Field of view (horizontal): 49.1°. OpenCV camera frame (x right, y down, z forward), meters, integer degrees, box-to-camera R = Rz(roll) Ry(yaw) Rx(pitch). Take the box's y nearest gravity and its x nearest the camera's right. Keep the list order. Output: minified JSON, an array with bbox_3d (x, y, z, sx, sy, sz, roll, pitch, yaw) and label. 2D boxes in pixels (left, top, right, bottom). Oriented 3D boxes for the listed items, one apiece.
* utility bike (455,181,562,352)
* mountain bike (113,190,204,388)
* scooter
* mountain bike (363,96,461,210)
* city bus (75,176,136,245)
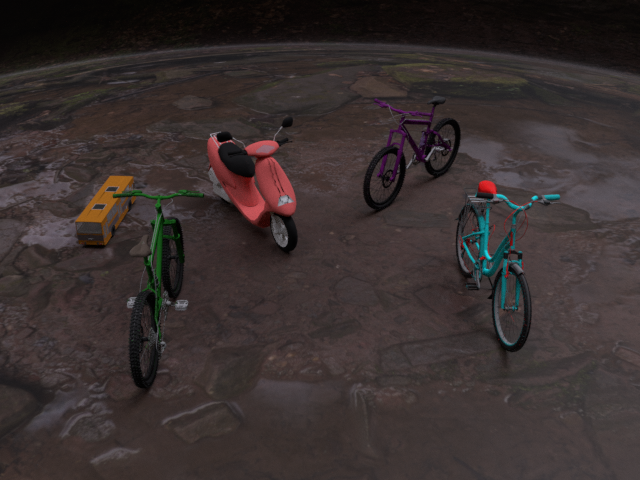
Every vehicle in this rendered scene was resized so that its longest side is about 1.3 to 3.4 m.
[{"bbox_3d":[2.304,0.047,9.000,1.039,1.839,2.791,-3,30,-6],"label":"utility bike"},{"bbox_3d":[-1.966,0.416,8.509,1.114,1.688,2.857,0,30,0],"label":"mountain bike"},{"bbox_3d":[-1.112,-1.057,10.972,1.288,1.786,2.721,-18,35,-29],"label":"scooter"},{"bbox_3d":[1.657,-1.620,12.050,1.114,1.688,2.857,23,37,35],"label":"mountain bike"},{"bbox_3d":[-3.420,-0.480,11.299,0.476,0.460,1.674,2,30,3],"label":"city bus"}]
